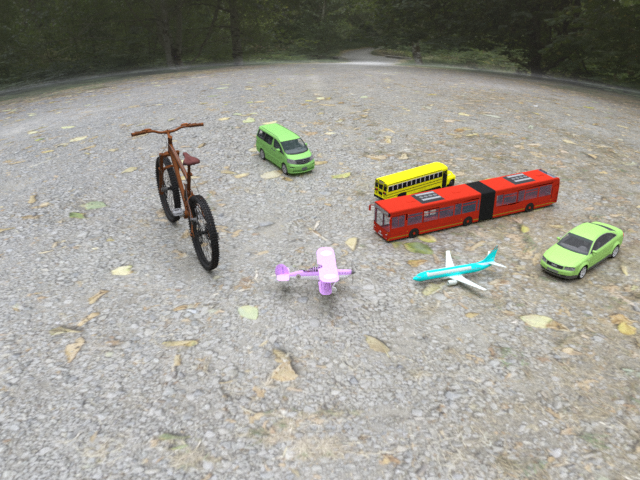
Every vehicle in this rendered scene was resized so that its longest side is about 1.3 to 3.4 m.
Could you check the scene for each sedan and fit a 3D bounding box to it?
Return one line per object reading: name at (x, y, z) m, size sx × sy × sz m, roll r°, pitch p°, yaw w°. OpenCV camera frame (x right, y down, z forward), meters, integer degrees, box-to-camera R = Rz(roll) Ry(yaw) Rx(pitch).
sedan at (3.841, 0.089, 10.220) m, size 1.613 × 0.483 × 0.635 m, roll -23°, pitch 35°, yaw -37°

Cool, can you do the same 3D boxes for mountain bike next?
mountain bike at (-2.056, -0.734, 10.503) m, size 1.114 × 1.688 × 2.857 m, roll -13°, pitch 30°, yaw -24°

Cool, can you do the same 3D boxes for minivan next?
minivan at (-0.689, -1.793, 13.724) m, size 0.681 × 0.616 × 1.548 m, roll -15°, pitch 31°, yaw -27°

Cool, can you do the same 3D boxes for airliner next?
airliner at (1.909, 0.349, 9.776) m, size 1.307 × 0.429 × 1.161 m, roll -8°, pitch 28°, yaw -14°

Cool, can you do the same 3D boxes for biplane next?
biplane at (-0.061, 0.453, 9.492) m, size 1.090 × 0.504 × 1.336 m, roll -1°, pitch 27°, yaw -2°

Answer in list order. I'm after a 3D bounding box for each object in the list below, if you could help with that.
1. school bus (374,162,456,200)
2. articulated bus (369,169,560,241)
school bus at (1.734, -1.048, 12.479) m, size 1.708 × 0.434 × 0.365 m, roll -18°, pitch 32°, yaw -30°
articulated bus at (2.435, -0.605, 11.480) m, size 3.401 × 0.561 × 0.605 m, roll -12°, pitch 30°, yaw -22°
